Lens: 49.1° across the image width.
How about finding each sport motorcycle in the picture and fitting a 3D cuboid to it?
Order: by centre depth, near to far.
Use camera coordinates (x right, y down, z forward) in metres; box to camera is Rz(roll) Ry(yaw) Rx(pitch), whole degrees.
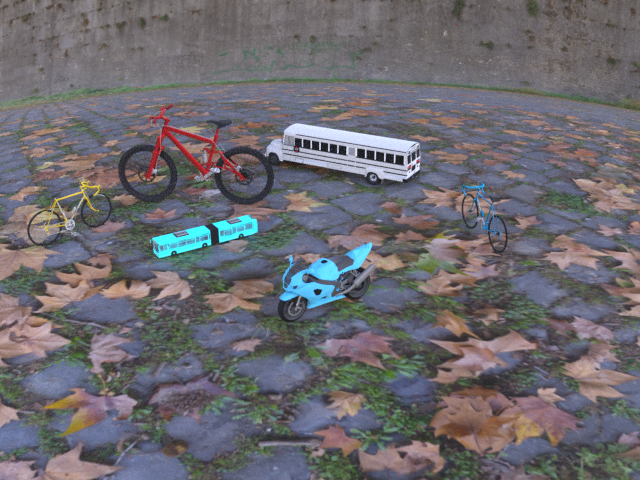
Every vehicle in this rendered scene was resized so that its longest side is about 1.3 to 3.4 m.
[{"bbox_3d":[0.083,0.550,9.290,1.520,0.821,0.506,-17,30,-32],"label":"sport motorcycle"}]

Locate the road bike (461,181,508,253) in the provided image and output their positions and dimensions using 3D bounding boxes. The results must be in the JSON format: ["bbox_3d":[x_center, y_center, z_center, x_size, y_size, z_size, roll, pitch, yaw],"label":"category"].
[{"bbox_3d":[2.646,-0.404,11.288,0.358,0.852,1.545,-7,26,-14],"label":"road bike"}]

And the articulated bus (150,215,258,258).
[{"bbox_3d":[-1.831,-0.069,11.237,1.749,0.289,0.311,-15,29,-30],"label":"articulated bus"}]

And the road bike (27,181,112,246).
[{"bbox_3d":[-4.070,-0.461,11.410,0.358,0.852,1.545,19,31,35],"label":"road bike"}]

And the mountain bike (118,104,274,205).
[{"bbox_3d":[-2.248,-1.454,12.545,2.857,1.688,1.114,2,25,4],"label":"mountain bike"}]

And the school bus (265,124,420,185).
[{"bbox_3d":[0.378,-1.779,14.231,3.322,0.844,0.709,13,28,26],"label":"school bus"}]
